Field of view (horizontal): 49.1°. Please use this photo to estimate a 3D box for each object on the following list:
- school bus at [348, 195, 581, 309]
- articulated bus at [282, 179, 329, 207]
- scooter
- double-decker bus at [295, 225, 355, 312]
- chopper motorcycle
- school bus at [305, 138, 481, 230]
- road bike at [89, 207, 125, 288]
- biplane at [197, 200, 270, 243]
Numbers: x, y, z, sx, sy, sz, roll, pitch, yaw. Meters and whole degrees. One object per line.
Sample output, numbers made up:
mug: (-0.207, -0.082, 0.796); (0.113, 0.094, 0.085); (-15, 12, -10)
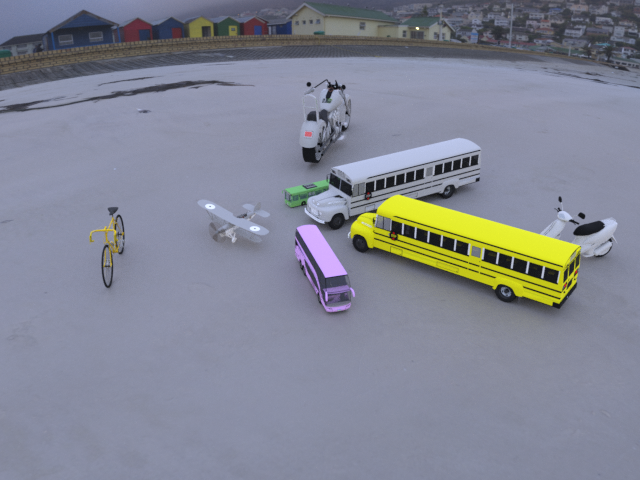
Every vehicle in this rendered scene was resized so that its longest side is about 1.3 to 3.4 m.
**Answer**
school bus: (1.891, 0.070, 9.846); (3.322, 0.844, 0.709); (19, 33, 32)
articulated bus: (0.182, -0.906, 12.293); (1.749, 0.289, 0.311); (-15, 31, -26)
scooter: (3.697, -0.107, 10.101); (1.399, 0.919, 0.662); (-7, 29, -12)
double-decker bus: (0.024, 0.379, 9.585); (0.389, 0.541, 1.672); (-8, 29, -15)
chopper motorcycle: (0.178, -2.608, 14.244); (0.906, 1.480, 3.040); (7, 29, 14)
school bus: (1.275, -1.001, 11.878); (3.322, 0.844, 0.709); (-16, 32, -28)
road bike: (-2.940, 0.026, 9.921); (0.358, 0.852, 1.545); (-2, 28, -4)
biplane: (-1.246, -0.288, 10.889); (1.336, 0.504, 1.090); (17, 32, 30)
